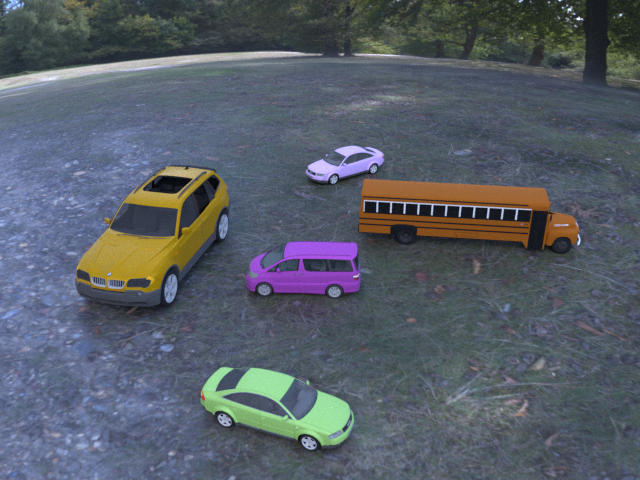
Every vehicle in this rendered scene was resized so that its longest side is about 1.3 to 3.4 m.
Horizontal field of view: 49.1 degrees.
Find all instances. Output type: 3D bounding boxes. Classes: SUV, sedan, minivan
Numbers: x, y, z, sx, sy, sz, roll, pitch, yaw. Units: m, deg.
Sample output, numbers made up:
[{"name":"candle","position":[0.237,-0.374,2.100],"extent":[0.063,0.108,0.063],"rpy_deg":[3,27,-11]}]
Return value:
[{"name":"SUV","position":[-2.271,-0.163,9.938],"extent":[1.276,1.128,3.058],"rpy_deg":[7,28,13]},{"name":"sedan","position":[-0.440,1.650,7.131],"extent":[1.613,0.483,0.635],"rpy_deg":[10,29,19]},{"name":"sedan","position":[0.475,-1.458,13.146],"extent":[1.613,0.483,0.635],"rpy_deg":[-18,32,-31]},{"name":"minivan","position":[-0.224,0.370,9.465],"extent":[1.548,0.616,0.681],"rpy_deg":[2,27,3]}]

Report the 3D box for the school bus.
[{"name":"school bus","position":[2.265,-0.390,10.687],"extent":[3.322,0.844,0.709],"rpy_deg":[4,28,7]}]
